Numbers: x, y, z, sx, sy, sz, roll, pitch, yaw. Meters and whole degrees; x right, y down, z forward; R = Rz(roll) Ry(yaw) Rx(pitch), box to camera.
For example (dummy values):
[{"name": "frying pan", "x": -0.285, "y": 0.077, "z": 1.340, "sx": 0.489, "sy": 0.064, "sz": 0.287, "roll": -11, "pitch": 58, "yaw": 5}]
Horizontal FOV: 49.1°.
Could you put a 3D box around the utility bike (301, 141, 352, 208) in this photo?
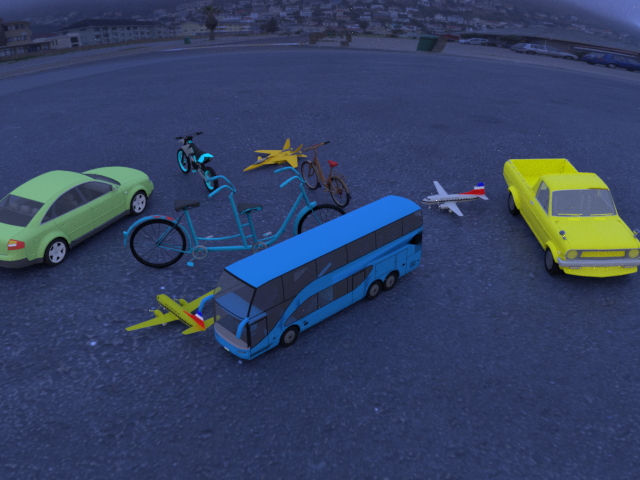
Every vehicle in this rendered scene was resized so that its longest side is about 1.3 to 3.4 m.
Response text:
[{"name": "utility bike", "x": 0.042, "y": -1.103, "z": 11.675, "sx": 0.535, "sy": 0.946, "sz": 1.435, "roll": -19, "pitch": 34, "yaw": -30}]

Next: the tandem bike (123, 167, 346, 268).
[{"name": "tandem bike", "x": -1.133, "y": -0.295, "z": 9.794, "sx": 3.192, "sy": 1.326, "sz": 0.550, "roll": -5, "pitch": 29, "yaw": -10}]

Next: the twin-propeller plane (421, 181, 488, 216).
[{"name": "twin-propeller plane", "x": 2.202, "y": -0.732, "z": 11.556, "sx": 1.095, "sy": 0.407, "sz": 1.370, "roll": -4, "pitch": 29, "yaw": -8}]

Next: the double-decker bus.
[{"name": "double-decker bus", "x": 0.038, "y": 0.412, "z": 8.783, "sx": 3.251, "sy": 1.052, "sz": 0.756, "roll": -24, "pitch": 37, "yaw": -37}]

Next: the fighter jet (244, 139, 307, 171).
[{"name": "fighter jet", "x": -0.926, "y": -1.569, "z": 13.219, "sx": 1.358, "sy": 0.286, "sz": 1.147, "roll": -25, "pitch": 37, "yaw": -38}]

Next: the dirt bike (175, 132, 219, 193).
[{"name": "dirt bike", "x": -2.192, "y": -1.405, "z": 12.322, "sx": 0.527, "sy": 0.857, "sz": 1.493, "roll": -19, "pitch": 34, "yaw": -31}]

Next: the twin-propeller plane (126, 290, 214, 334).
[{"name": "twin-propeller plane", "x": -1.732, "y": 0.853, "z": 8.646, "sx": 1.370, "sy": 0.407, "sz": 1.095, "roll": -24, "pitch": 37, "yaw": -37}]

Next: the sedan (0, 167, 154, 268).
[{"name": "sedan", "x": -3.833, "y": -0.560, "z": 10.684, "sx": 1.235, "sy": 0.940, "sz": 3.137, "roll": 14, "pitch": 31, "yaw": 23}]

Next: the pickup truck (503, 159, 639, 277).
[{"name": "pickup truck", "x": 3.711, "y": -0.527, "z": 10.567, "sx": 1.244, "sy": 0.993, "sz": 3.117, "roll": -1, "pitch": 29, "yaw": -2}]
